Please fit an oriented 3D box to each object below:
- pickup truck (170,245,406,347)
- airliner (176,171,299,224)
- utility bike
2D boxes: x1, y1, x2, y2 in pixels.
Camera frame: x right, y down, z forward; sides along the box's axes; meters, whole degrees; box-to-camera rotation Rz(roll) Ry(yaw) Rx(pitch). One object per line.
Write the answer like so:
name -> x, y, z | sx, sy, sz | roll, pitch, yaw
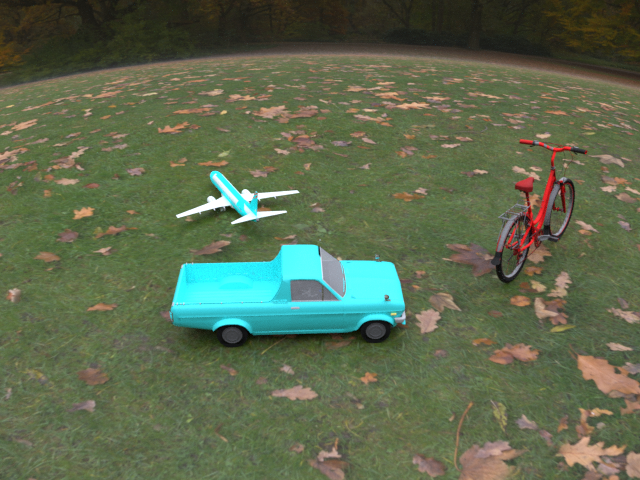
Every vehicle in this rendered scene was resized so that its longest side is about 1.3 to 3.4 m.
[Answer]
pickup truck -> -0.410, 0.670, 9.412 | 3.117, 0.993, 1.244 | -1, 29, -2
airliner -> -1.535, -0.926, 12.411 | 2.257, 0.835, 2.541 | -13, 32, -22
utility bike -> 3.274, -0.542, 10.705 | 1.039, 1.839, 2.791 | 22, 36, 34
